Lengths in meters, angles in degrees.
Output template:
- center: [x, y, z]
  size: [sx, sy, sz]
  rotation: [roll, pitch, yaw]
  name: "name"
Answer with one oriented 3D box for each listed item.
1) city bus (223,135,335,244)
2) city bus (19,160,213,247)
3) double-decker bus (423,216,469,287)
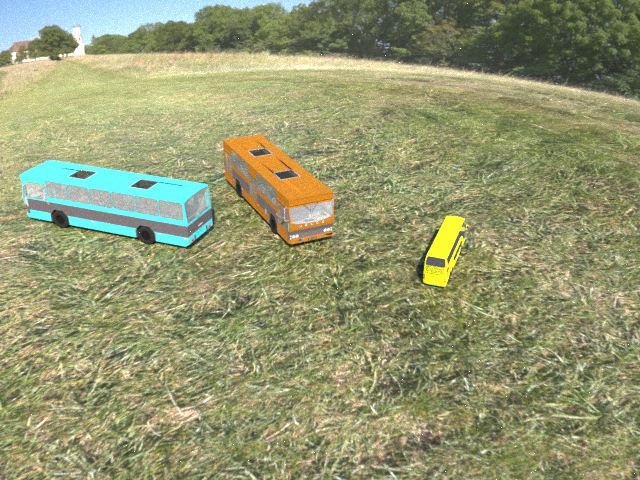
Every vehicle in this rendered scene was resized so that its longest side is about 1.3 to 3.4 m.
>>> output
- center: [-0.827, -0.954, 12.543]
  size: [0.926, 0.894, 3.255]
  rotation: [-12, 30, -23]
  name: "city bus"
- center: [-3.466, -0.618, 11.884]
  size: [3.255, 0.894, 0.926]
  rotation: [10, 29, 19]
  name: "city bus"
- center: [1.951, 0.132, 10.804]
  size: [0.389, 0.541, 1.672]
  rotation: [10, 29, 18]
  name: "double-decker bus"
